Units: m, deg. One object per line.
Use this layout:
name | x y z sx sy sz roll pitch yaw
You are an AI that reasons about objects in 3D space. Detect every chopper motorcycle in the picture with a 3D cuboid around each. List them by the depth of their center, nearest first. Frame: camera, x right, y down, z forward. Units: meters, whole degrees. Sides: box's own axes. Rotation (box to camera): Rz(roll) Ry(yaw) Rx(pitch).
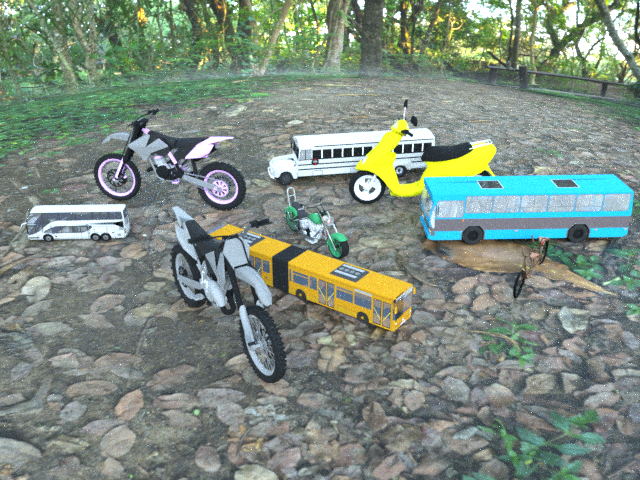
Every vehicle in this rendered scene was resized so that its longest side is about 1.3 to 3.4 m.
chopper motorcycle | -0.072 -0.281 11.182 0.466 0.761 1.563 -18 31 -33

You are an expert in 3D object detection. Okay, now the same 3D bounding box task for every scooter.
scooter | 1.882 -1.482 12.481 2.721 1.786 1.288 0 26 -1

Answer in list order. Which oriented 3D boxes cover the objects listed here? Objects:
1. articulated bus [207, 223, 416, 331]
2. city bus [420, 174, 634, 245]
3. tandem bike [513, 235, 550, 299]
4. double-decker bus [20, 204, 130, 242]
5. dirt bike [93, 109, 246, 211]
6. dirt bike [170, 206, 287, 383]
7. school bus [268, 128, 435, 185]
articulated bus | -0.265 0.463 9.879 3.401 0.561 0.605 17 31 32
city bus | 3.333 -0.504 11.489 3.255 0.894 0.926 -1 26 -2
tandem bike | 3.092 0.268 10.143 0.283 0.682 1.642 15 30 28
double-decker bus | -3.982 -0.284 11.440 1.672 0.541 0.389 -1 26 -2
dirt bike | -2.723 -1.377 12.401 2.903 1.666 1.024 5 26 11
dirt bike | -1.203 0.493 8.552 1.024 1.666 2.903 -16 30 -30
school bus | 0.620 -1.690 13.988 3.322 0.844 0.709 -5 26 -10
